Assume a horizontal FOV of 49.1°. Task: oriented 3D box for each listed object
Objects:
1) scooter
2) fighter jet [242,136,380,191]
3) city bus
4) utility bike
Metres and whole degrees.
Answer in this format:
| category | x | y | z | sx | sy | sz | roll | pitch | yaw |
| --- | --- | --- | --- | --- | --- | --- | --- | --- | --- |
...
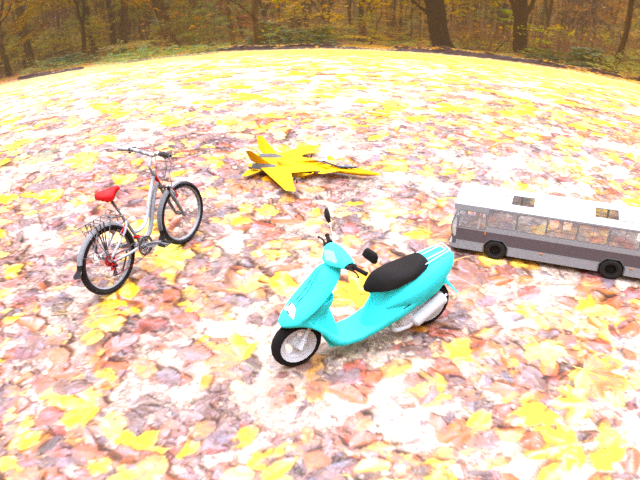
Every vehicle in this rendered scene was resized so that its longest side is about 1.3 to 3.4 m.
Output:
| category | x | y | z | sx | sy | sz | roll | pitch | yaw |
| --- | --- | --- | --- | --- | --- | --- | --- | --- | --- |
| scooter | 0.622 | 0.572 | 8.849 | 2.721 | 1.786 | 1.288 | -14 | 33 | -22 |
| fighter jet | -0.115 | -1.548 | 13.742 | 2.640 | 0.557 | 2.229 | 6 | 31 | 10 |
| city bus | 3.726 | -0.115 | 10.927 | 3.255 | 0.894 | 0.926 | 10 | 31 | 17 |
| utility bike | -2.768 | -0.423 | 10.518 | 1.039 | 1.839 | 2.791 | 16 | 34 | 26 |
